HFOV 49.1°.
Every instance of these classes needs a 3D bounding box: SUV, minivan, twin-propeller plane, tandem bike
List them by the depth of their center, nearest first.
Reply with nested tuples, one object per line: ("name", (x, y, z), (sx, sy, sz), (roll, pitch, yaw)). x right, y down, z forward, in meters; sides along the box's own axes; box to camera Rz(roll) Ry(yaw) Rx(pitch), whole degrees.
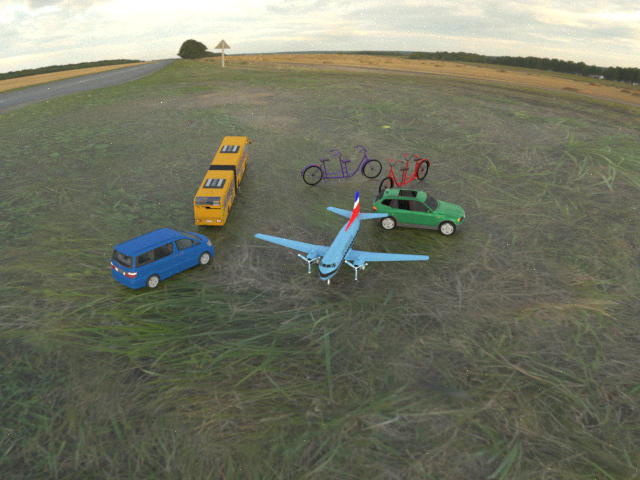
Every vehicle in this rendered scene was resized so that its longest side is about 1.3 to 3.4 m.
("minivan", (-2.275, 0.186, 10.261), (0.681, 0.616, 1.548), (22, 34, 37))
("twin-propeller plane", (0.340, -0.040, 10.519), (2.663, 0.792, 2.129), (7, 27, 15))
("SUV", (1.640, -0.508, 11.702), (1.572, 0.580, 0.656), (6, 27, 11))
("tandem bike", (1.613, -1.289, 13.165), (0.283, 0.682, 1.642), (21, 33, 36))
("tandem bike", (0.426, -1.433, 13.455), (1.642, 0.682, 0.283), (-7, 27, -14))

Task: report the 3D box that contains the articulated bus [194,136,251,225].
("articulated bus", (-1.783, -1.182, 13.083), (0.605, 0.561, 3.401), (1, 26, 2))
